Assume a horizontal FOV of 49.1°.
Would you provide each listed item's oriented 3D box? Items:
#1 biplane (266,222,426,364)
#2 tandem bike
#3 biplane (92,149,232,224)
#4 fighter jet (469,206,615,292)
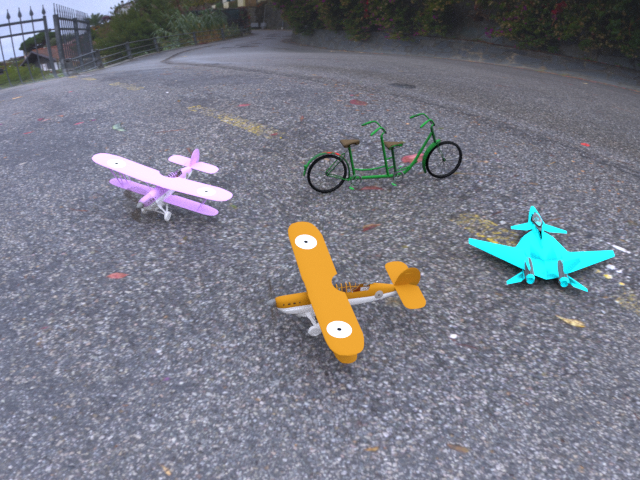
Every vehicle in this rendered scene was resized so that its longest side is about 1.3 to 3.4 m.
[{"bbox_3d":[0.340,0.745,9.281,2.120,0.981,2.598,-7,30,-13],"label":"biplane"},{"bbox_3d":[1.225,-1.617,13.085,3.192,1.326,0.550,-8,31,-14],"label":"tandem bike"},{"bbox_3d":[-2.599,-0.988,12.327,2.598,0.981,2.120,10,31,17],"label":"biplane"},{"bbox_3d":[3.529,-0.106,11.207,2.229,0.557,2.640,5,30,9],"label":"fighter jet"}]
